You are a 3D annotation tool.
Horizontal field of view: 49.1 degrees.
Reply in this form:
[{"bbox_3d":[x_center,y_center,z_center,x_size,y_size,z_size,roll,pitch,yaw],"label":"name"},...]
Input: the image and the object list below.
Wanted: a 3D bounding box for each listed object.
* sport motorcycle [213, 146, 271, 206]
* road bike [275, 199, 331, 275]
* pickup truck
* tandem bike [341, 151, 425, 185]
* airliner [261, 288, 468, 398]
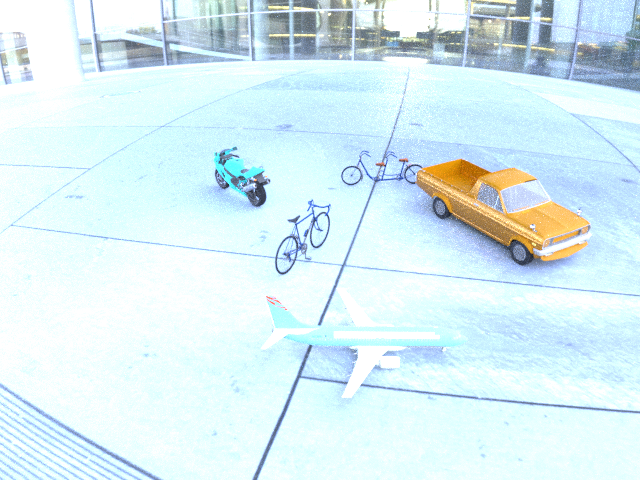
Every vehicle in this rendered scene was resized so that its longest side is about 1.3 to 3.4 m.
[{"bbox_3d":[-1.468,-1.161,12.734,0.506,0.821,1.520,-23,36,-36],"label":"sport motorcycle"},{"bbox_3d":[-0.246,-0.079,10.681,0.358,0.852,1.545,16,32,27],"label":"road bike"},{"bbox_3d":[2.949,-0.658,11.612,1.244,0.993,3.117,-16,32,-27],"label":"pickup truck"},{"bbox_3d":[1.220,-1.364,13.261,1.642,0.682,0.283,-2,28,-4],"label":"tandem bike"},{"bbox_3d":[0.572,1.036,8.615,2.541,0.835,2.257,0,28,0],"label":"airliner"}]
